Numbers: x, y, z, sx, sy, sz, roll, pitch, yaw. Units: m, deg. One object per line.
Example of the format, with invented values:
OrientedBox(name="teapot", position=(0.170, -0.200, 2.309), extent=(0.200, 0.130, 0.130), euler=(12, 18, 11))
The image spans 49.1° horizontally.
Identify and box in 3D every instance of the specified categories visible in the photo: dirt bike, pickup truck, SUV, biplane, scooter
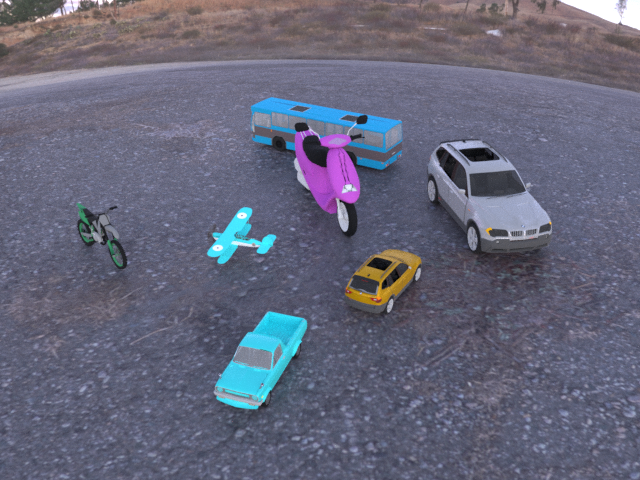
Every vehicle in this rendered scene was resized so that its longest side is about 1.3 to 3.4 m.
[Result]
OrientedBox(name="dirt bike", position=(-3.413, -0.123, 10.862), extent=(0.527, 0.857, 1.493), euler=(-24, 37, -37))
OrientedBox(name="pickup truck", position=(-0.682, 1.374, 8.452), extent=(0.640, 0.511, 1.603), euler=(9, 30, 17))
OrientedBox(name="SUV", position=(0.927, 0.496, 10.006), extent=(0.656, 0.580, 1.572), euler=(15, 32, 26))
OrientedBox(name="SUV", position=(2.788, -0.821, 11.872), extent=(1.276, 1.128, 3.058), euler=(-6, 29, -10))
OrientedBox(name="biplane", position=(-1.246, 0.013, 10.981), extent=(1.090, 0.504, 1.336), euler=(10, 30, 17))
OrientedBox(name="scooter", position=(0.091, -1.338, 12.136), extent=(1.288, 1.786, 2.721), euler=(-10, 30, -18))

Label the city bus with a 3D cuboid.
OrientedBox(name="city bus", position=(0.091, -2.240, 14.748), extent=(3.255, 0.894, 0.926), euler=(16, 32, 27))
